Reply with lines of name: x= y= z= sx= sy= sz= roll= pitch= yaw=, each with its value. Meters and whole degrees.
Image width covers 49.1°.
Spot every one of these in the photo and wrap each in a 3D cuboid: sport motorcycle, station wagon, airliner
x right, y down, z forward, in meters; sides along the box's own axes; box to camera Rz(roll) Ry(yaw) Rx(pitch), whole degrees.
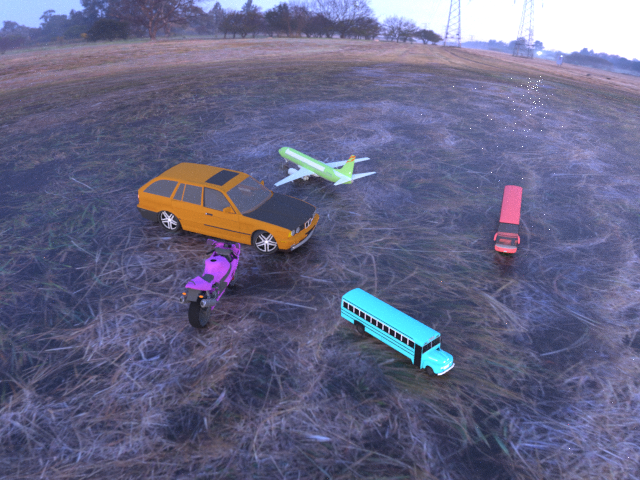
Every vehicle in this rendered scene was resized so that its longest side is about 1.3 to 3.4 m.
sport motorcycle: x=-1.460 y=0.560 z=9.658 sx=0.506 sy=0.821 sz=1.520 roll=8 pitch=29 yaw=14
station wagon: x=-1.548 y=-0.624 z=11.752 sx=3.105 sy=0.920 sz=1.327 roll=13 pitch=31 yaw=22
airliner: x=-0.094 y=-1.605 z=13.664 sx=2.257 sy=0.835 sz=2.541 roll=-20 pitch=34 yaw=-32

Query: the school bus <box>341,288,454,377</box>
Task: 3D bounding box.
school bus: x=0.974 y=1.161 z=8.951 sx=0.365 sy=0.434 sz=1.708 roll=-23 pitch=36 yaw=-36

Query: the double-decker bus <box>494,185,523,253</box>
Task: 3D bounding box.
double-decker bus: x=3.150 y=-0.349 z=11.641 sx=0.389 sy=0.541 sz=1.672 roll=8 pitch=29 yaw=14
